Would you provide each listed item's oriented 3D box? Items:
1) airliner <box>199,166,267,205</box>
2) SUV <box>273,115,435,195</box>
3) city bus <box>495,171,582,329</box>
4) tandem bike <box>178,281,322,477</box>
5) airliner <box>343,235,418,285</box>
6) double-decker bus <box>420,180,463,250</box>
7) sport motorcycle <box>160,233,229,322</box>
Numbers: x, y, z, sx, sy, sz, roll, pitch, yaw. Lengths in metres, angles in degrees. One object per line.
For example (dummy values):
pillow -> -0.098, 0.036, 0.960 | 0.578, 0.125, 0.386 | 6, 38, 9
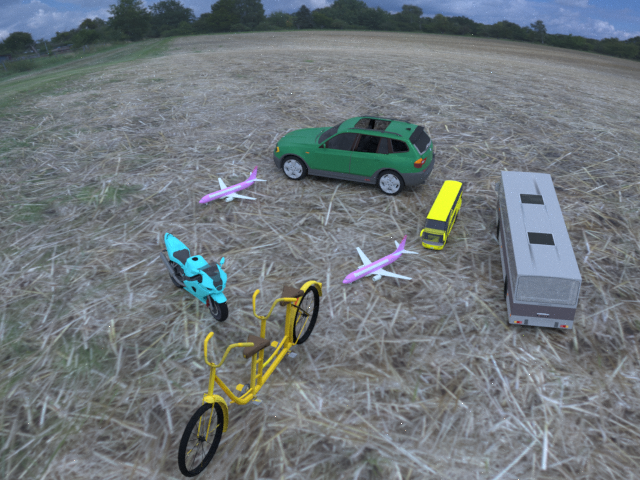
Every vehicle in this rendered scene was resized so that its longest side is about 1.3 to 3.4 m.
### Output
airliner -> -1.624, -0.975, 12.597 | 1.307, 0.429, 1.161 | -23, 37, -34
SUV -> 0.631, -1.722, 13.196 | 3.058, 1.128, 1.276 | 10, 31, 17
city bus -> 3.121, 0.061, 10.327 | 0.926, 0.894, 3.255 | 5, 30, 8
tandem bike -> -0.670, 1.227, 7.862 | 0.550, 1.326, 3.192 | 13, 32, 22
airliner -> 0.833, 0.303, 10.371 | 1.307, 0.429, 1.161 | -22, 37, -33
double-decker bus -> 2.024, -0.411, 11.502 | 0.389, 0.541, 1.672 | 10, 31, 17
sport motorcycle -> -1.709, 0.506, 9.625 | 0.506, 0.821, 1.520 | -22, 36, -33
